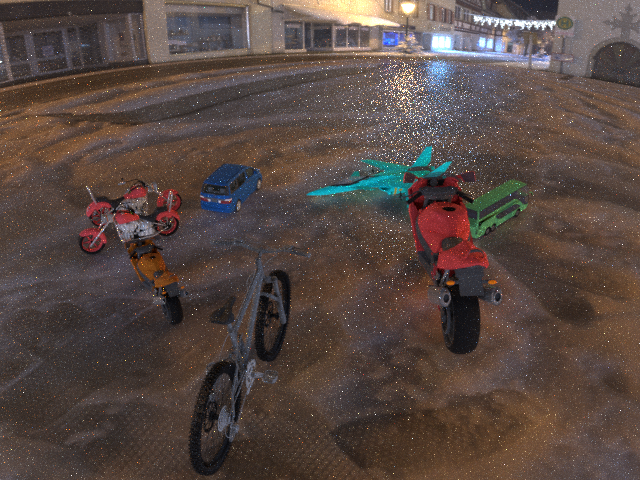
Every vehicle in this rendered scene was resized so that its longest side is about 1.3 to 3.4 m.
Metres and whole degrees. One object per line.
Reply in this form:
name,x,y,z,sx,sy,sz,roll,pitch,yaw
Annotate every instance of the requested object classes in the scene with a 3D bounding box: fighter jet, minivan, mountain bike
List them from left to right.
minivan,-1.523,-0.994,12.221,0.681,0.616,1.548,8,30,15
mountain bike,-0.764,1.036,7.361,1.114,1.688,2.857,7,29,13
fighter jet,1.009,-1.140,12.551,2.640,0.557,2.229,-9,30,-16

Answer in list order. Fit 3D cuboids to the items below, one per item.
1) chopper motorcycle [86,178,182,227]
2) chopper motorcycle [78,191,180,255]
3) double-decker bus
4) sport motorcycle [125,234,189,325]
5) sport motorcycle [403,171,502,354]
chopper motorcycle,-3.047,-0.674,11.480,1.563,0.761,0.466,-15,32,-26
chopper motorcycle,-2.927,-0.271,10.738,1.563,0.761,0.466,-14,31,-23
double-decker bus,2.888,-0.535,11.454,0.389,0.541,1.672,25,37,38
sport motorcycle,-2.164,0.503,9.251,0.506,0.821,1.520,-17,33,-28
sport motorcycle,1.635,0.154,9.082,0.983,1.596,2.955,-1,29,-2
